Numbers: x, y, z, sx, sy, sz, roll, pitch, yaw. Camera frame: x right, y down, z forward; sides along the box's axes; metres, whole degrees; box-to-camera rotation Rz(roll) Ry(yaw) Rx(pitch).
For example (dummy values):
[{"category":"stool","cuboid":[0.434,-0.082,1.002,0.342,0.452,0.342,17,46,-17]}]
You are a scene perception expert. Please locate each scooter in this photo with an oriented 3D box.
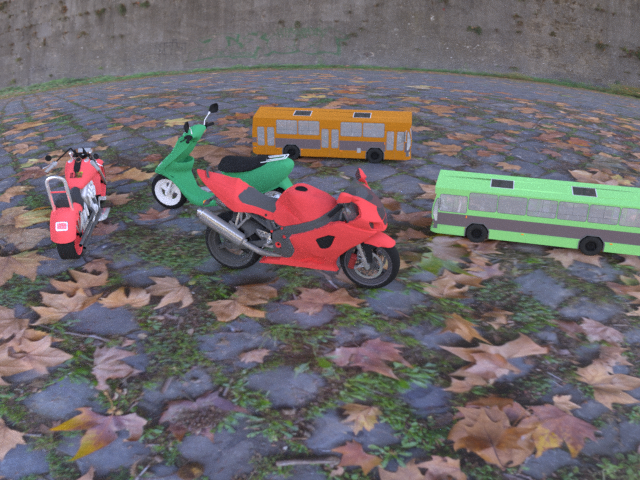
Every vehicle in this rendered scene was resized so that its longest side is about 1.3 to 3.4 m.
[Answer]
[{"category":"scooter","cuboid":[-1.627,-1.231,11.676,2.721,1.786,1.288,7,28,14]}]

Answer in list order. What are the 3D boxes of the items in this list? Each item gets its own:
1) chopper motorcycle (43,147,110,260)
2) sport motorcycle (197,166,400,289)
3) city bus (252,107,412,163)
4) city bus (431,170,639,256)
[{"category":"chopper motorcycle","cuboid":[-3.844,-0.840,11.245,0.906,1.480,3.040,-3,27,-6]},{"category":"sport motorcycle","cuboid":[-0.316,-0.180,9.818,2.955,1.596,0.983,8,28,15]},{"category":"city bus","cuboid":[0.269,-2.176,14.517,3.255,0.894,0.926,3,27,6]},{"category":"city bus","cuboid":[3.439,-0.417,11.057,3.255,0.894,0.926,7,28,13]}]
